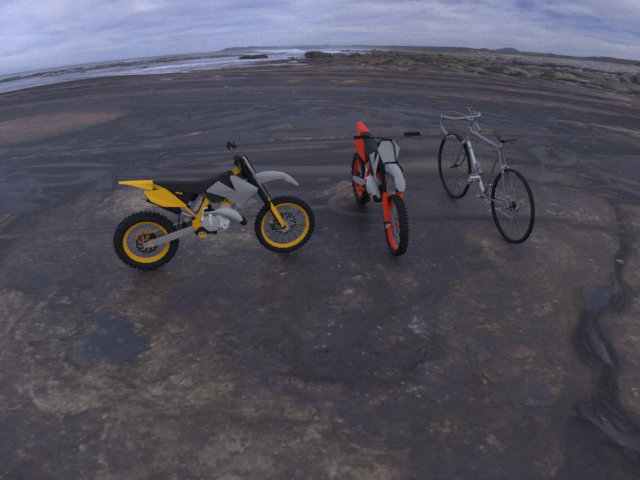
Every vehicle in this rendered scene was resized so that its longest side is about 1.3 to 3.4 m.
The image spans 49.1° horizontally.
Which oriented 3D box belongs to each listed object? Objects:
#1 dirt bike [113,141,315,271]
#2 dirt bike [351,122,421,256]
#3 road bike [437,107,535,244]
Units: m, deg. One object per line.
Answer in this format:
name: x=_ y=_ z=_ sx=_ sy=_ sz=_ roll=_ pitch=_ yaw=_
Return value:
dirt bike: x=-1.484 y=-0.444 z=9.944 sx=2.903 sy=1.666 sz=1.024 roll=-7 pitch=27 yaw=-13
dirt bike: x=0.930 y=-0.980 z=11.022 sx=1.024 sy=1.666 sz=2.903 roll=-5 pitch=27 yaw=-10
road bike: x=2.630 y=-1.123 z=11.322 sx=0.697 sy=1.656 sz=3.004 roll=-8 pitch=28 yaw=-16
